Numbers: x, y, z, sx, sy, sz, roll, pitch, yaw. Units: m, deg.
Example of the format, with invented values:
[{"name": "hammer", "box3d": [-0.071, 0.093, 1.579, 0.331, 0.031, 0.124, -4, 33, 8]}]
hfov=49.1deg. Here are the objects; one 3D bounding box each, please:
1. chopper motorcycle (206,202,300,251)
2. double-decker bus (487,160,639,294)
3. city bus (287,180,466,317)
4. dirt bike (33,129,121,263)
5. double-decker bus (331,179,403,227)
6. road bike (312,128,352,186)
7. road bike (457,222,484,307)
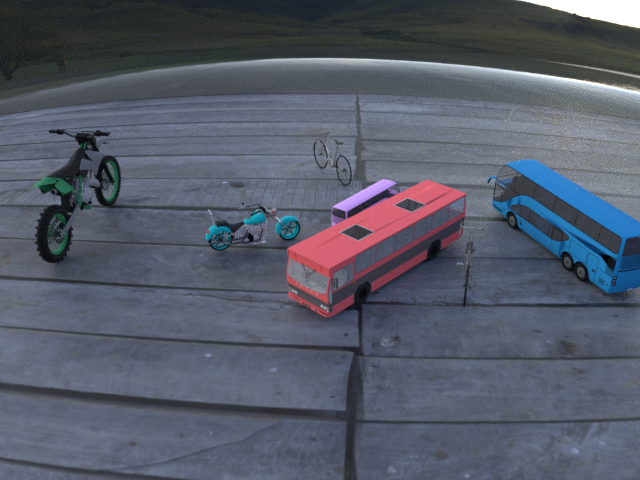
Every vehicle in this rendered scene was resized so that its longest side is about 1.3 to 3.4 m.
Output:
[{"name": "chopper motorcycle", "box3d": [-1.071, -0.253, 11.263, 1.563, 0.761, 0.466, -11, 31, -19]}, {"name": "double-decker bus", "box3d": [3.857, -0.341, 11.122, 0.756, 1.052, 3.251, -10, 30, -18]}, {"name": "city bus", "box3d": [0.938, 0.073, 10.534, 0.926, 0.894, 3.255, 25, 37, 37]}, {"name": "dirt bike", "box3d": [-3.966, -0.905, 11.509, 1.024, 1.666, 2.903, 4, 29, 8]}, {"name": "double-decker bus", "box3d": [0.828, -0.582, 12.089, 0.389, 0.541, 1.672, 22, 36, 34]}, {"name": "road bike", "box3d": [0.231, -1.641, 13.689, 0.358, 0.852, 1.545, -14, 32, -24]}, {"name": "road bike", "box3d": [2.157, 0.303, 10.159, 0.358, 0.852, 1.545, 6, 29, 11]}]
